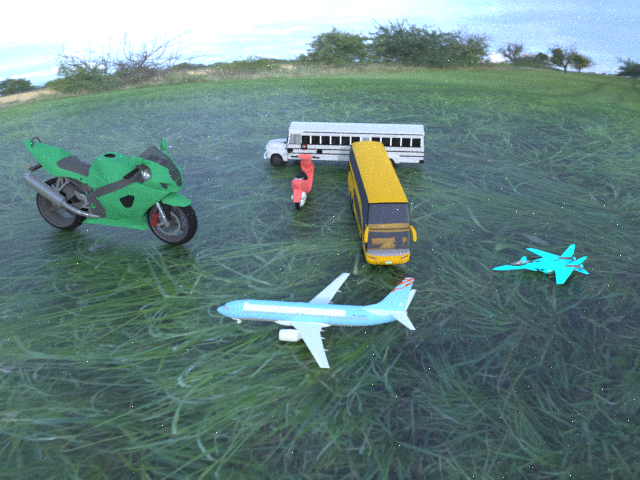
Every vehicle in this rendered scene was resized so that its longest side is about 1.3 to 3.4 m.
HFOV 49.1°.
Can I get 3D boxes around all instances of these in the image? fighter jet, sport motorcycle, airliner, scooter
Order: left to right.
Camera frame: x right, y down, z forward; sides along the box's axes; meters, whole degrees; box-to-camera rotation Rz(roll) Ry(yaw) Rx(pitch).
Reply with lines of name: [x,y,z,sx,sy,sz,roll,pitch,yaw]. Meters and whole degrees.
sport motorcycle: [-3.335,-0.789,11.166,2.955,1.596,0.983,8,26,16]
scooter: [-0.304,-1.174,12.770,0.662,0.919,1.399,4,26,8]
airliner: [-0.073,0.763,8.783,2.541,0.835,2.257,3,26,7]
fighter jet: [3.219,0.317,10.363,1.358,0.286,1.147,-3,26,-6]

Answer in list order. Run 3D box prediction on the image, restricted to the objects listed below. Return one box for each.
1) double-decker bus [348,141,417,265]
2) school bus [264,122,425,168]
double-decker bus: [0.930,-0.664,11.538,0.756,1.052,3.251,-1,25,-3]
school bus: [0.494,-1.989,14.574,3.322,0.844,0.709,2,25,5]
